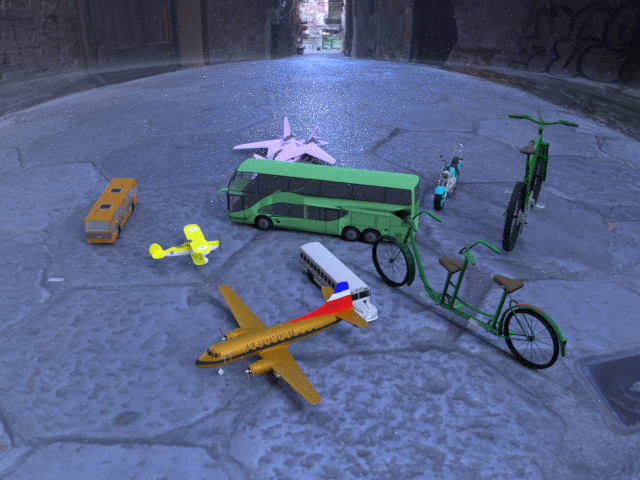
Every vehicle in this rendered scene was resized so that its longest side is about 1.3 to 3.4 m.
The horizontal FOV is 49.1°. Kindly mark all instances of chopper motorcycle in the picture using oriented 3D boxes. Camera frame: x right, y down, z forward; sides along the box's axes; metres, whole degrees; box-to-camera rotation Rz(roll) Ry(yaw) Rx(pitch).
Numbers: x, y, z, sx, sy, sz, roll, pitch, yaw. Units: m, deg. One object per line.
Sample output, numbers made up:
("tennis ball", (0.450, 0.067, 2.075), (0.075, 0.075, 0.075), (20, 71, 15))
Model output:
("chopper motorcycle", (2.307, -1.151, 12.584), (0.466, 0.761, 1.563), (11, 30, 20))

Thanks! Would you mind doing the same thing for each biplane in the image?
("biplane", (-1.997, 0.121, 10.492), (1.090, 0.504, 1.336), (-9, 30, -16))

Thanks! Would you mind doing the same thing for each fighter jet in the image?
("fighter jet", (-0.819, -1.758, 13.927), (2.229, 0.557, 2.640), (11, 30, 19))

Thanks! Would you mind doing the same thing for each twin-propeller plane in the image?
("twin-propeller plane", (-0.507, 1.066, 8.434), (2.129, 0.792, 2.663), (-15, 32, -25))

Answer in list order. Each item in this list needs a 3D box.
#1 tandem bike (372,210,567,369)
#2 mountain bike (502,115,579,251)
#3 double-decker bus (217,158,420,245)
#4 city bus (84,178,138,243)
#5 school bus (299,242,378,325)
("tandem bike", (1.764, 0.506, 8.911), (0.550, 1.326, 3.192), (-21, 35, -34))
("mountain bike", (3.388, -1.000, 11.326), (1.114, 1.688, 2.857), (13, 31, 23))
("double-decker bus", (-0.022, -0.654, 11.354), (3.251, 1.052, 0.756), (7, 29, 13))
("city bus", (-3.451, -0.490, 11.675), (0.476, 0.460, 1.674), (0, 28, 1))
("school bus", (0.240, 0.582, 9.711), (0.365, 0.434, 1.708), (-14, 31, -24))
